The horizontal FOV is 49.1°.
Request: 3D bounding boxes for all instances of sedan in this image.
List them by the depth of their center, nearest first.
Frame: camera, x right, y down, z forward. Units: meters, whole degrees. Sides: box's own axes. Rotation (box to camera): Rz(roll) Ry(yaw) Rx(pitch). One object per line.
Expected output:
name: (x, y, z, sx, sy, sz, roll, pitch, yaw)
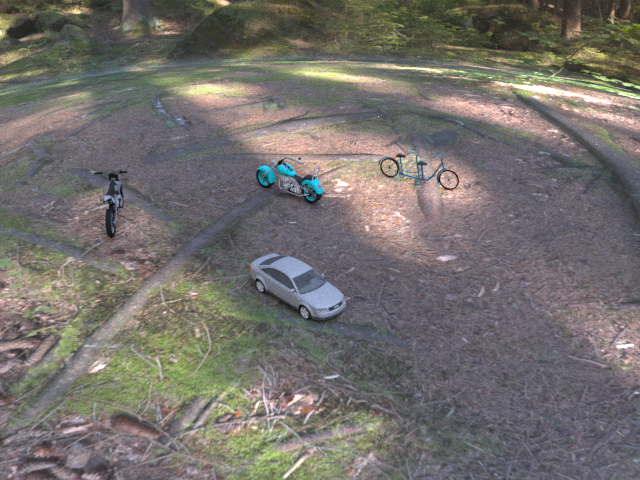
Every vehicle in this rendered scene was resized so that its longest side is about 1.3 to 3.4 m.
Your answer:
sedan: (-0.322, 0.591, 9.732, 0.635, 0.483, 1.613, -24, 37, -37)

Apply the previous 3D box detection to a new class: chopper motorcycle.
chopper motorcycle: (-0.571, -1.162, 12.699, 1.563, 0.761, 0.466, 22, 35, 35)

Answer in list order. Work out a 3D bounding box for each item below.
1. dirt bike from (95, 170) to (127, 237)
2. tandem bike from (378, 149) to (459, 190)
dirt bike: (-3.462, -0.687, 11.714, 0.527, 0.857, 1.493, -3, 28, -6)
tandem bike: (1.849, -1.384, 13.195, 1.642, 0.682, 0.283, 15, 32, 26)
